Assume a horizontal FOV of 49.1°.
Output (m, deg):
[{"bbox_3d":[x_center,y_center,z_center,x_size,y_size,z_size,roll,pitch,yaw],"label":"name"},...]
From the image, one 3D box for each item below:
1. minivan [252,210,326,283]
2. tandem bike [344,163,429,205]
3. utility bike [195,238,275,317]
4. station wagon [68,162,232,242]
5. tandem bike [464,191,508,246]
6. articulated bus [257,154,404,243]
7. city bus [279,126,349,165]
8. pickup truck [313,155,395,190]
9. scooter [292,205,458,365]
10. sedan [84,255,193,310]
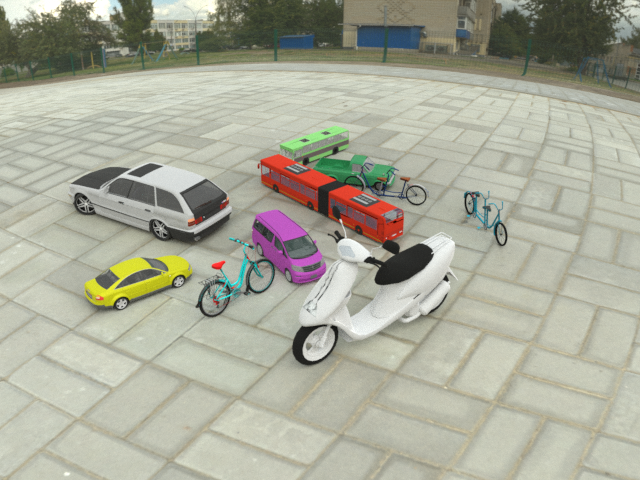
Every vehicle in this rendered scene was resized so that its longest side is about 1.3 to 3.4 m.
[{"bbox_3d":[-0.499,0.089,10.990,0.681,0.616,1.548,-17,33,-27],"label":"minivan"},{"bbox_3d":[1.220,-1.045,12.986,1.642,0.682,0.283,11,30,18],"label":"tandem bike"},{"bbox_3d":[-1.223,0.487,9.922,0.535,0.946,1.435,26,38,38],"label":"utility bike"},{"bbox_3d":[-3.082,-0.839,12.363,3.105,0.920,1.327,16,33,27],"label":"station wagon"},{"bbox_3d":[2.834,-0.504,12.001,0.283,0.682,1.642,-7,30,-12],"label":"tandem bike"},{"bbox_3d":[0.109,-0.811,12.686,0.605,0.561,3.401,-23,36,-35],"label":"articulated bus"},{"bbox_3d":[-0.105,-1.981,14.922,1.674,0.460,0.476,-25,38,-38],"label":"city bus"},{"bbox_3d":[0.678,-1.380,13.776,1.603,0.511,0.640,8,30,14],"label":"pickup truck"},{"bbox_3d":[0.782,0.495,9.034,2.721,1.786,1.288,-19,34,-30],"label":"scooter"},{"bbox_3d":[-2.652,0.538,10.310,1.613,0.483,0.635,-22,35,-34],"label":"sedan"}]
